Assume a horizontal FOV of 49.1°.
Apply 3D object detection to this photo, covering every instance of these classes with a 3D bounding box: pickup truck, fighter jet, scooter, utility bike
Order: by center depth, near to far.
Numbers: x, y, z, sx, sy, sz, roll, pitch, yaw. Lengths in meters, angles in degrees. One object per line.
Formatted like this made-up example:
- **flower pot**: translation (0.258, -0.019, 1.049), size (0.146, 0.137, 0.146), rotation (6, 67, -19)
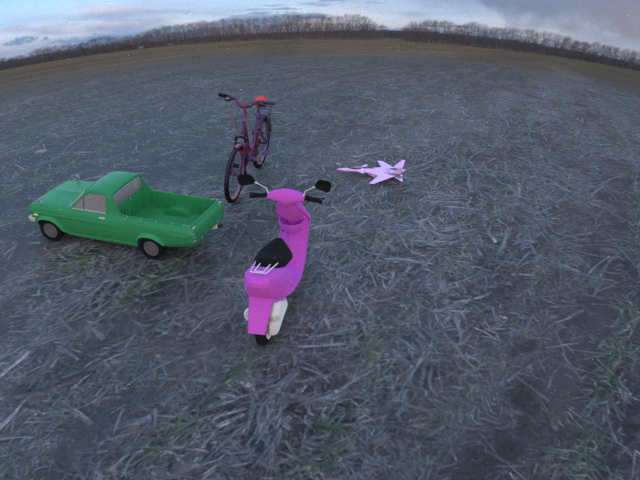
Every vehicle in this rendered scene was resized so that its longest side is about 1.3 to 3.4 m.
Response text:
- **scooter**: translation (-0.537, 0.095, 9.517), size (1.288, 1.786, 2.721), rotation (5, 29, 9)
- **pickup truck**: translation (-3.174, -0.511, 11.425), size (3.117, 0.993, 1.244), rotation (9, 30, 16)
- **utility bike**: translation (-1.228, -1.916, 13.082), size (1.039, 1.839, 2.791), rotation (6, 30, 11)
- **fighter jet**: translation (0.993, -1.416, 13.781), size (1.358, 0.286, 1.147), rotation (6, 30, 10)
